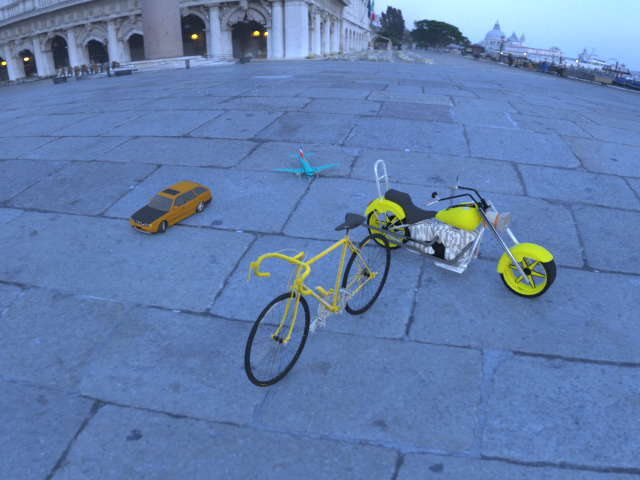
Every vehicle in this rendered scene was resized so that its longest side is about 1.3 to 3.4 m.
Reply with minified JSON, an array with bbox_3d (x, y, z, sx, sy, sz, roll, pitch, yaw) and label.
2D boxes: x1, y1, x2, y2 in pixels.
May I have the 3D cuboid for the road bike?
[{"bbox_3d":[0.077,0.590,8.652,0.697,1.656,3.004,19,34,32],"label":"road bike"}]

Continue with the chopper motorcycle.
[{"bbox_3d":[1.997,-0.192,10.312,3.040,1.480,0.906,18,33,31],"label":"chopper motorcycle"}]

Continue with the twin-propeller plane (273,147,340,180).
[{"bbox_3d":[-0.286,-1.527,13.966,1.370,0.407,1.095,-6,29,-11],"label":"twin-propeller plane"}]

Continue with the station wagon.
[{"bbox_3d":[-2.591,-0.613,12.176,0.682,0.473,1.597,17,32,28],"label":"station wagon"}]
